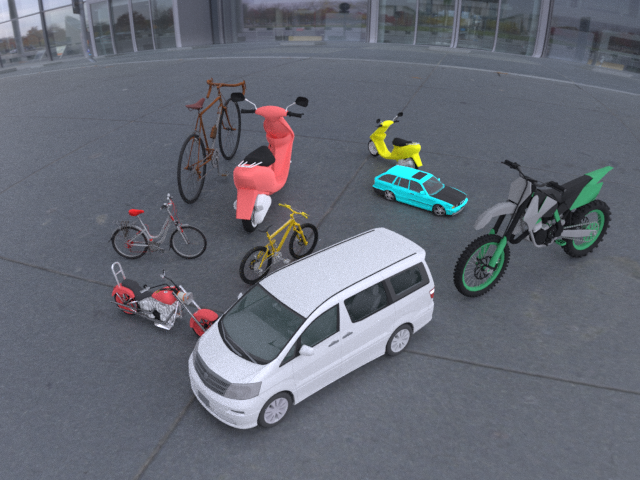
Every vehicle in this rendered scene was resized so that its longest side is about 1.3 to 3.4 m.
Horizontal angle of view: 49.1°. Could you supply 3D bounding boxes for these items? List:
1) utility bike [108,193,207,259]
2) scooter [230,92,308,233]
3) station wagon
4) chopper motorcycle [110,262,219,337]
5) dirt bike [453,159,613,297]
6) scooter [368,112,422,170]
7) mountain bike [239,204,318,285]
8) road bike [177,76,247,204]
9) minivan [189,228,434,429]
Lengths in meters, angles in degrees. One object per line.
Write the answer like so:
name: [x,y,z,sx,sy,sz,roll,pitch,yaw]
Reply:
utility bike: [-2.352,-0.169,10.073,1.435,0.946,0.535,0,30,0]
scooter: [-0.871,-1.387,11.327,1.288,1.786,2.721,6,31,10]
station wagon: [1.683,-0.861,11.729,1.597,0.473,0.682,20,36,31]
chopper motorcycle: [-1.925,0.758,8.666,1.563,0.761,0.466,13,33,21]
dirt bike: [2.990,-0.225,9.454,2.903,1.666,1.024,-17,34,-26]
scooter: [1.373,-1.813,12.919,0.662,0.919,1.399,-22,37,-32]
mountain bike: [-0.553,0.052,9.771,0.573,0.868,1.469,27,39,37]
road bike: [-1.898,-1.841,12.235,0.696,1.656,3.004,7,31,11]
minivan: [-0.055,0.909,7.976,3.011,1.197,1.324,-23,37,-33]
